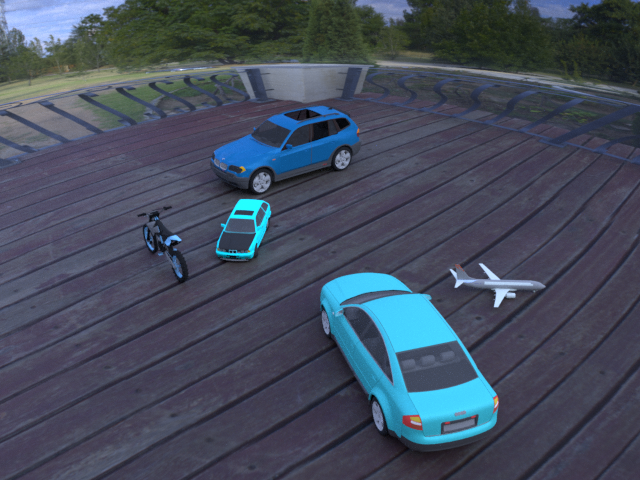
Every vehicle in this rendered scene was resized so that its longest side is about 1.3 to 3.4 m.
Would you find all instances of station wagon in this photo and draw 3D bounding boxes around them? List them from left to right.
[{"bbox_3d":[-1.199,-0.208,11.077,0.682,0.473,1.597,3,28,6],"label":"station wagon"}]

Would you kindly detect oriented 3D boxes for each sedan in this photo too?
[{"bbox_3d":[0.883,1.123,8.038,1.235,0.940,3.137,-8,29,-16],"label":"sedan"}]

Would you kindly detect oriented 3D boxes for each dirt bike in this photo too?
[{"bbox_3d":[-2.309,0.006,10.257,0.527,0.857,1.493,-18,33,-30],"label":"dirt bike"}]

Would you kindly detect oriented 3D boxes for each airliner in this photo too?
[{"bbox_3d":[2.488,0.535,9.708,1.307,0.429,1.161,1,28,1],"label":"airliner"}]

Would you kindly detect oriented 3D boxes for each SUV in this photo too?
[{"bbox_3d":[-0.621,-1.825,13.454,3.058,1.128,1.276,-19,33,-32],"label":"SUV"}]
